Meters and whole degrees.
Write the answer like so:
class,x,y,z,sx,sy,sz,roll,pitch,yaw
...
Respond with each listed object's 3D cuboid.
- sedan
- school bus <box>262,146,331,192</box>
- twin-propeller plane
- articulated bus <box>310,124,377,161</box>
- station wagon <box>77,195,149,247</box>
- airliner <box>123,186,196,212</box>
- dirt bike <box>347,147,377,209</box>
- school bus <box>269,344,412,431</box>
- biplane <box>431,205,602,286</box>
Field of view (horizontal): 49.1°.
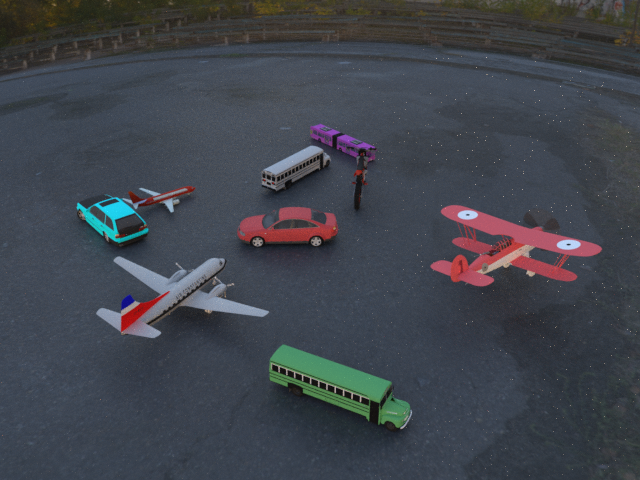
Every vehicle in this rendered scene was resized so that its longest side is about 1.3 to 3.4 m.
class,x,y,z,sx,sy,sz,roll,pitch,yaw
sedan,-0.518,-0.240,11.215,1.613,0.483,0.635,-1,31,-1
school bus,-0.410,-1.379,13.178,0.365,0.434,1.708,21,37,32
twin-propeller plane,-1.922,0.645,9.428,2.663,0.792,2.129,17,35,26
articulated bus,0.453,-2.008,14.376,0.311,0.289,1.749,-24,38,-34
station wagon,-3.456,-0.425,11.536,0.682,0.473,1.597,-23,38,-34
airliner,-2.756,-0.832,12.263,1.307,0.429,1.161,-23,38,-33
dirt bike,0.717,-1.188,12.444,0.527,0.857,1.493,4,31,7
school bus,0.227,1.683,8.033,1.708,0.434,0.365,15,34,24
biplane,2.549,0.178,10.028,2.120,0.981,2.598,-23,38,-33
